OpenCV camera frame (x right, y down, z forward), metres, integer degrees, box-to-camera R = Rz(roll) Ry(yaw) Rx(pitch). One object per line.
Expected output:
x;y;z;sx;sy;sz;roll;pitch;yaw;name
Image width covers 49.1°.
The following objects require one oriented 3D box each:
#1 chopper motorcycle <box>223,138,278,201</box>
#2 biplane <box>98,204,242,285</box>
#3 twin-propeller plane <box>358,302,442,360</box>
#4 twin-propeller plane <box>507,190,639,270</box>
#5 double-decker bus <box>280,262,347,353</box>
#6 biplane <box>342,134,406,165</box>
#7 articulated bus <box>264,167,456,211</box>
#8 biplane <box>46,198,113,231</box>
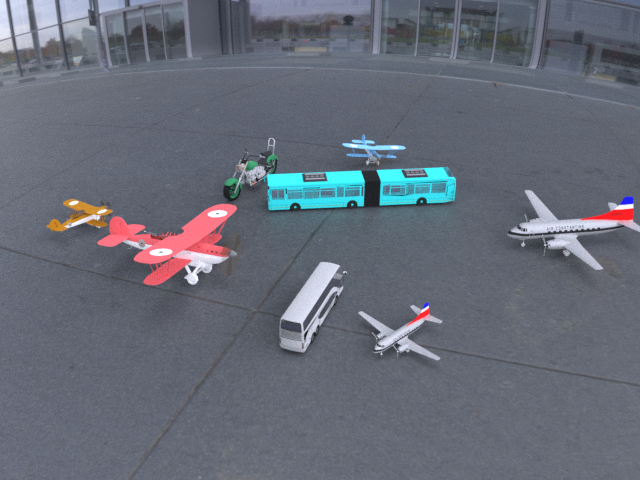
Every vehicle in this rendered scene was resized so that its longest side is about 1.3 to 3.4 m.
-1.290;-1.332;13.105;0.466;0.761;1.563;17;34;27;chopper motorcycle
-2.193;0.057;10.453;2.120;0.981;2.598;9;31;16;biplane
1.073;1.164;9.096;1.095;0.407;1.370;-25;38;-36;twin-propeller plane
4.044;-0.289;11.250;2.129;0.792;2.663;-4;30;-7;twin-propeller plane
-0.079;0.855;9.501;0.389;0.541;1.672;10;31;18;double-decker bus
1.043;-1.833;14.240;1.336;0.504;1.090;-8;31;-14;biplane
0.711;-0.924;12.594;3.401;0.561;0.605;-3;30;-5;articulated bus
-4.003;-0.366;11.674;1.336;0.504;1.090;23;37;35;biplane
